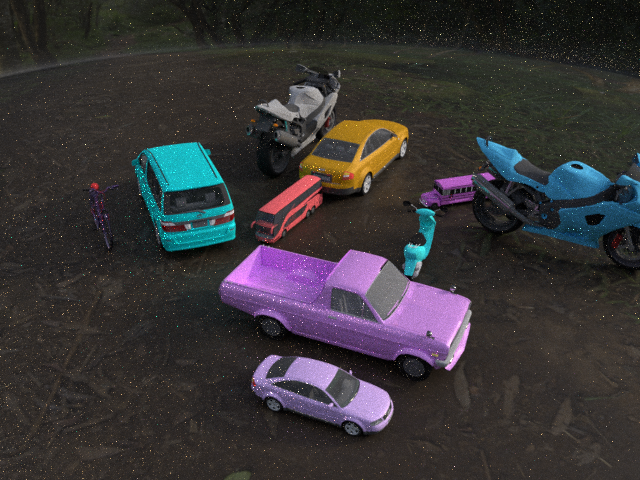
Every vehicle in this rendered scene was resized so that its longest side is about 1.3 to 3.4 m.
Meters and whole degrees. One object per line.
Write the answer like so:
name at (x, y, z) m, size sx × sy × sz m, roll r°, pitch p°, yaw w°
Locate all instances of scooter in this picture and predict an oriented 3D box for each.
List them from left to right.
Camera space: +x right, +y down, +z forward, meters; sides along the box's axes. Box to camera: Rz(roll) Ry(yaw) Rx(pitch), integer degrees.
scooter at (1.467, -0.047, 10.196) m, size 0.662 × 0.919 × 1.399 m, roll 10°, pitch 32°, yaw 17°

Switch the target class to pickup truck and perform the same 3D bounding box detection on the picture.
pickup truck at (0.308, 0.725, 8.789) m, size 3.117 × 0.993 × 1.244 m, roll 13°, pitch 32°, yaw 21°

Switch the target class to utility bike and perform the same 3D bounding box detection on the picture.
utility bike at (-3.395, -0.486, 10.926) m, size 0.535 × 0.946 × 1.435 m, roll -15°, pitch 33°, yaw -24°

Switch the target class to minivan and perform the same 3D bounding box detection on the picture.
minivan at (-2.286, -0.918, 11.422) m, size 1.324 × 1.197 × 3.011 m, roll -11°, pitch 32°, yaw -18°

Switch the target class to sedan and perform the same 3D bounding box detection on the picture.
sedan at (0.020, 1.647, 7.706) m, size 1.613 × 0.483 × 0.635 m, roll 12°, pitch 32°, yaw 20°
sedan at (0.717, -1.737, 13.092) m, size 1.235 × 0.940 × 3.137 m, roll 14°, pitch 33°, yaw 23°

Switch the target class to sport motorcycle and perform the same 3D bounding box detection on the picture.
sport motorcycle at (-0.394, -2.346, 13.487) m, size 0.983 × 1.596 × 2.955 m, roll 15°, pitch 33°, yaw 24°
sport motorcycle at (3.650, -0.565, 10.414) m, size 2.955 × 1.596 × 0.983 m, roll 18°, pitch 35°, yaw 28°

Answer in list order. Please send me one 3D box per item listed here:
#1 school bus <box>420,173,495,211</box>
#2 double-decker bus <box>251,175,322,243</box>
school bus at (2.556, -0.872, 12.102) m, size 1.708 × 0.434 × 0.365 m, roll -9°, pitch 31°, yaw -15°
double-decker bus at (-0.497, -0.503, 11.358) m, size 0.389 × 0.541 × 1.672 m, roll 16°, pitch 34°, yaw 25°
